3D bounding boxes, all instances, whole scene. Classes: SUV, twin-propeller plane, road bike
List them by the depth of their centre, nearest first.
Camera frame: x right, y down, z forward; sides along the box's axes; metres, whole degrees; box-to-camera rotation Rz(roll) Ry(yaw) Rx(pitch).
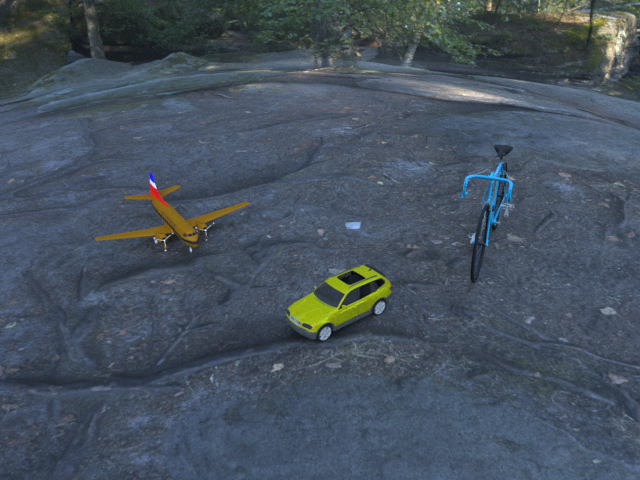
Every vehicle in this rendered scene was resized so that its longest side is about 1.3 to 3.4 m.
[{"bbox_3d":[0.273,0.804,9.458,1.572,0.580,0.656,-20,34,-34],"label":"SUV"},{"bbox_3d":[2.686,-0.561,10.914,0.696,1.656,3.004,10,29,19],"label":"road bike"},{"bbox_3d":[-2.469,-0.457,11.650,2.663,0.792,2.129,-16,31,-27],"label":"twin-propeller plane"}]
